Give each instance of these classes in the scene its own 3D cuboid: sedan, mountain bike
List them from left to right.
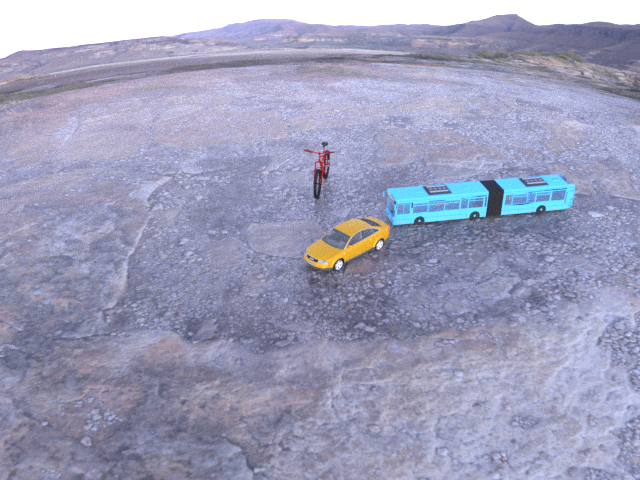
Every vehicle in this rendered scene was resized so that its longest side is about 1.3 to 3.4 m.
[{"bbox_3d":[0.036,-1.398,13.334,0.573,0.868,1.469,5,30,9],"label":"mountain bike"},{"bbox_3d":[0.441,0.006,11.263,1.613,0.483,0.635,-25,38,-36],"label":"sedan"}]

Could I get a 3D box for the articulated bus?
[{"bbox_3d":[2.839,-0.729,12.470,3.401,0.561,0.605,-5,30,-9],"label":"articulated bus"}]
